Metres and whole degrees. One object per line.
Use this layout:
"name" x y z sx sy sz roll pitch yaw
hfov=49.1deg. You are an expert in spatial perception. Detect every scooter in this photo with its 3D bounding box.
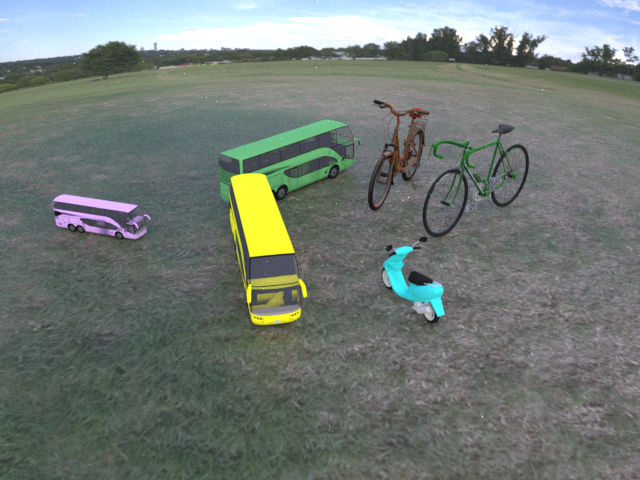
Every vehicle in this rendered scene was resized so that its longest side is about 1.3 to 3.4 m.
"scooter" 1.245 0.490 9.503 0.662 0.919 1.399 -13 29 -25

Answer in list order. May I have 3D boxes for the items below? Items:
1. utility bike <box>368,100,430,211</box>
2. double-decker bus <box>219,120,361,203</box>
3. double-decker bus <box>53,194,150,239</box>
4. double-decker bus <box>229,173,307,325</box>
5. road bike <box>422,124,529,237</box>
"utility bike" 1.574 -1.700 12.916 1.039 1.839 2.791 12 29 24
"double-decker bus" -0.523 -1.523 13.448 0.756 1.052 3.251 22 34 37
"double-decker bus" -3.663 -0.380 11.701 1.672 0.541 0.389 9 27 17
"double-decker bus" -0.861 0.060 10.227 0.756 1.052 3.251 -5 27 -10
"road bike" 2.736 -1.095 11.893 3.004 1.656 0.697 -22 34 -38
